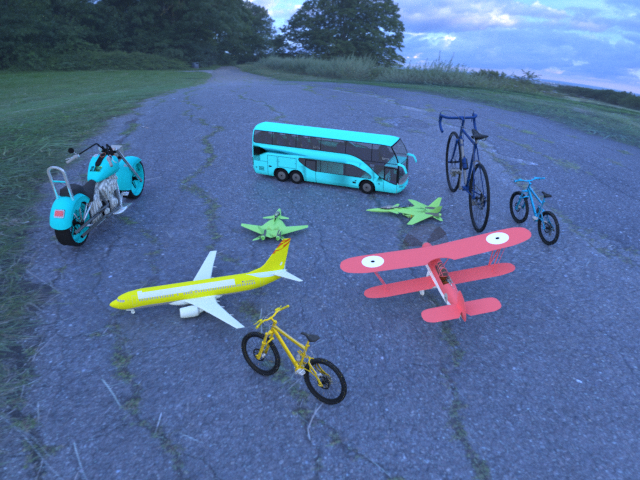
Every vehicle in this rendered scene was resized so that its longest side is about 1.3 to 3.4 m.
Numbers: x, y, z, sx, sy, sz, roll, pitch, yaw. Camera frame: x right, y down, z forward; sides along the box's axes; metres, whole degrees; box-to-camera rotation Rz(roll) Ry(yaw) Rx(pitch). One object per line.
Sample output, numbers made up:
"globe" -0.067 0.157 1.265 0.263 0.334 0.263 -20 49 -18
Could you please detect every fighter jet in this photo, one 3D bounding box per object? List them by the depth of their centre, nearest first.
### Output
"fighter jet" -0.768 -0.355 11.989 1.147 0.286 1.358 2 25 3
"fighter jet" 1.499 -0.577 12.457 1.358 0.286 1.147 3 25 6

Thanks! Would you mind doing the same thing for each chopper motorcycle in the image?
"chopper motorcycle" -3.733 -1.004 11.966 0.906 1.480 3.040 4 26 9

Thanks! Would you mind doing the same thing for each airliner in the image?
"airliner" -1.581 0.499 9.541 2.541 0.835 2.257 -7 26 -15

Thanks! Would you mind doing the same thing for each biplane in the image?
"biplane" 1.598 0.519 9.329 2.598 0.981 2.120 -3 25 -5

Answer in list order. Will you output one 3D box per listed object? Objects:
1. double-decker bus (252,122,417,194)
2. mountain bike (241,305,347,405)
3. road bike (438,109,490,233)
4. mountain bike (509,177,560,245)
"double-decker bus" 0.229 -1.617 13.762 3.251 1.052 0.756 10 27 20
"mountain bike" -0.317 1.292 7.824 1.469 0.868 0.573 17 30 31
"road bike" 2.603 -1.320 12.426 0.696 1.656 3.004 -1 25 -3
"mountain bike" 3.573 -0.521 11.659 0.573 0.868 1.469 -7 26 -14
